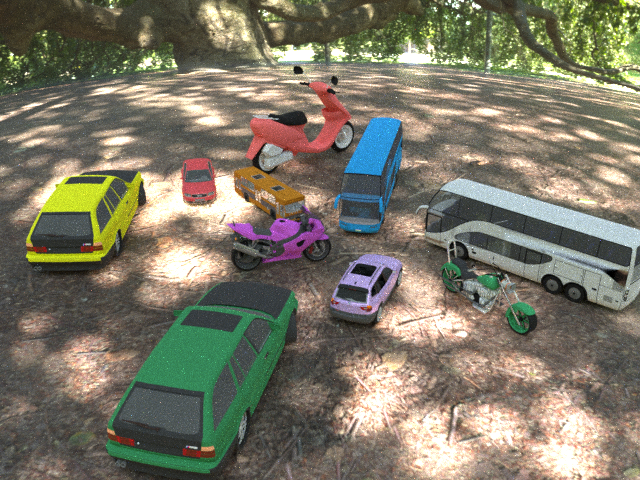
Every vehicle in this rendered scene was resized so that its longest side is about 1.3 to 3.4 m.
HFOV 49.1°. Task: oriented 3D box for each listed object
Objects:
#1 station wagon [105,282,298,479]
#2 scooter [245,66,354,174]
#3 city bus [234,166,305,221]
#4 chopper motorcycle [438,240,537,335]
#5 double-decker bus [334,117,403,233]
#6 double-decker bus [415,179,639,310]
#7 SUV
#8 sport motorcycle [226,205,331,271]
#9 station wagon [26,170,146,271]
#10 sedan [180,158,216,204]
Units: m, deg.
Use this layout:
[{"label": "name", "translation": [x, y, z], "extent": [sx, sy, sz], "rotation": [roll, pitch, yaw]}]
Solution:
[{"label": "station wagon", "translation": [-1.122, 1.214, 7.647], "extent": [1.327, 0.920, 3.105], "rotation": [6, 28, 12]}, {"label": "scooter", "translation": [-0.321, -2.354, 13.672], "extent": [2.721, 1.786, 1.288], "rotation": [-22, 34, -36]}, {"label": "city bus", "translation": [-0.889, -0.774, 12.040], "extent": [0.476, 0.460, 1.674], "rotation": [-18, 32, -31]}, {"label": "chopper motorcycle", "translation": [2.158, 0.594, 9.033], "extent": [0.466, 0.761, 1.563], "rotation": [-18, 32, -32]}, {"label": "double-decker bus", "translation": [0.931, -1.170, 12.164], "extent": [0.756, 1.052, 3.251], "rotation": [6, 28, 11]}, {"label": "double-decker bus", "translation": [2.906, -0.031, 9.937], "extent": [3.251, 1.052, 0.756], "rotation": [22, 35, 37]}, {"label": "SUV", "translation": [0.638, 0.551, 9.316], "extent": [0.656, 0.580, 1.572], "rotation": [10, 29, 19]}, {"label": "sport motorcycle", "translation": [-0.572, 0.006, 10.118], "extent": [1.520, 0.821, 0.506], "rotation": [-7, 28, -13]}, {"label": "station wagon", "translation": [-3.625, -0.559, 11.113], "extent": [1.327, 0.920, 3.105], "rotation": [-1, 27, -1]}, {"label": "sedan", "translation": [-2.211, -1.131, 12.713], "extent": [0.635, 0.483, 1.613], "rotation": [-5, 27, -9]}]
